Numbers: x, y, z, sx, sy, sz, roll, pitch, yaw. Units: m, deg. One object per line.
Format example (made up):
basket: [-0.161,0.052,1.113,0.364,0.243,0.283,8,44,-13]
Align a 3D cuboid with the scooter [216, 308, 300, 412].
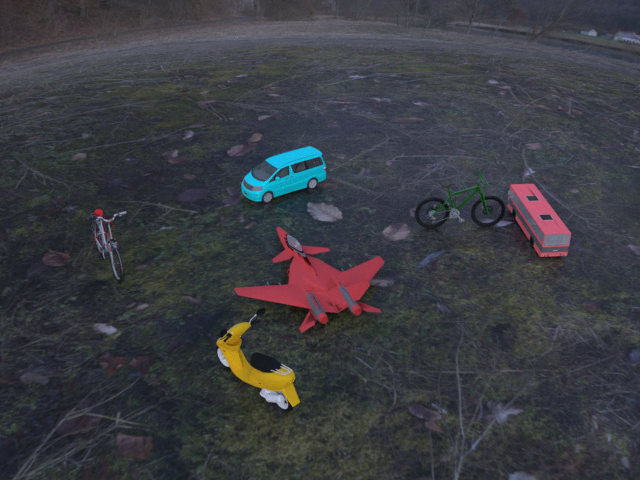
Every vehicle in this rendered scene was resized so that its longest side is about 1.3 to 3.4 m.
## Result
scooter: [-0.749,1.336,7.943,1.399,0.919,0.662,27,40,37]

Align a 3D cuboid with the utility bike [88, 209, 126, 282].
utility bike: [-3.085,-0.046,10.214,0.535,0.946,1.435,-17,35,-27]

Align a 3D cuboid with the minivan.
minivan: [-0.648,-1.171,12.406,1.548,0.616,0.681,-19,36,-29]

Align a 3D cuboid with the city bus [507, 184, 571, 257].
city bus: [3.448,-0.318,11.138,0.476,0.460,1.674,-2,31,-4]

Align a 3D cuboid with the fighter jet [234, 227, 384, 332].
fighter jet: [-0.193,0.281,10.049,2.229,0.557,2.640,-12,33,-19]

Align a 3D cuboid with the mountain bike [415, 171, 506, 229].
mountain bike: [2.256,-0.578,11.175,1.469,0.868,0.573,-2,31,-3]
